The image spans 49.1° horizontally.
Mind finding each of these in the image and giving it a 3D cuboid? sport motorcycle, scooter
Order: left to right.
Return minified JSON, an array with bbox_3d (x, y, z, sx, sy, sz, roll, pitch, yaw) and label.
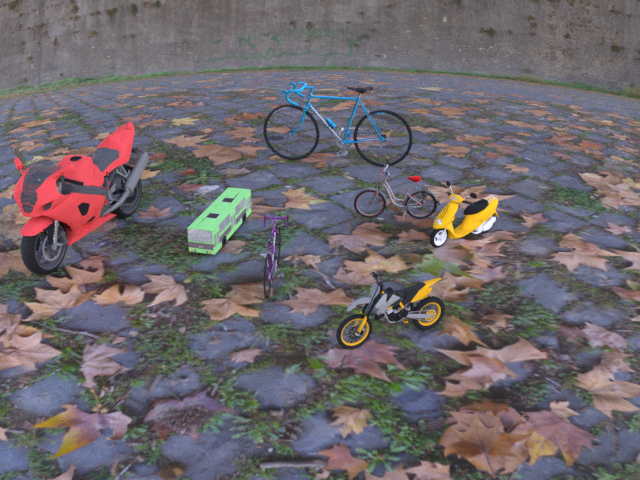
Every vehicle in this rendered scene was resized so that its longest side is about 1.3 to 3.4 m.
[{"bbox_3d":[-3.591,-0.707,10.676,0.983,1.596,2.955,8,28,16],"label":"sport motorcycle"},{"bbox_3d":[2.271,-0.429,10.878,1.399,0.919,0.662,-16,31,-29],"label":"scooter"}]

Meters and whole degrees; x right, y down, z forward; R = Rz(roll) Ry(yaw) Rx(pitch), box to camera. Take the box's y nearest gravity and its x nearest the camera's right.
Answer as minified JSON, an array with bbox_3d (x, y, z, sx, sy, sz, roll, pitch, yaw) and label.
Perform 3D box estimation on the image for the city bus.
[{"bbox_3d":[-1.563,-0.307,11.147,0.476,0.460,1.674,7,27,13],"label":"city bus"}]

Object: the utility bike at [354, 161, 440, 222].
[{"bbox_3d":[1.279,-0.755,11.500,1.435,0.946,0.535,1,27,2],"label":"utility bike"}]

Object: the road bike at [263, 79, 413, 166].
[{"bbox_3d":[0.326,-2.288,13.775,3.004,1.656,0.697,5,27,10],"label":"road bike"}]

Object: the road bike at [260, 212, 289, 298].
[{"bbox_3d":[-0.664,0.159,9.775,0.358,0.852,1.545,2,27,4],"label":"road bike"}]

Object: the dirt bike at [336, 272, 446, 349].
[{"bbox_3d":[0.882,0.831,8.424,1.493,0.857,0.527,-11,29,-21],"label":"dirt bike"}]
